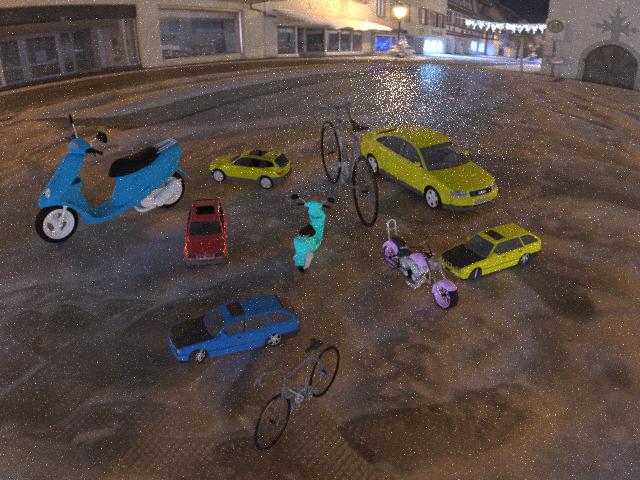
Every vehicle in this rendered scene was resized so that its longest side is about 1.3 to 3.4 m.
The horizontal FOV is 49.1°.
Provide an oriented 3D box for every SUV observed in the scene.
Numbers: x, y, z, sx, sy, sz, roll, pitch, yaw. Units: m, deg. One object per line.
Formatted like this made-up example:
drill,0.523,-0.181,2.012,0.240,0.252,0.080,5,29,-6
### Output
SUV,-1.310,-1.391,13.078,1.572,0.580,0.656,10,29,17
SUV,-1.741,-0.131,10.700,0.656,0.580,1.572,-3,28,-6

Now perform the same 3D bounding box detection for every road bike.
road bike,0.459,-1.410,11.966,0.697,1.656,3.004,-8,29,-15
road bike,-0.209,1.523,7.290,0.358,0.852,1.545,17,32,29

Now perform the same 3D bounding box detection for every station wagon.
station wagon,2.510,0.136,10.310,1.597,0.473,0.682,-15,31,-26
station wagon,-1.061,1.048,8.590,1.597,0.473,0.682,-11,30,-19

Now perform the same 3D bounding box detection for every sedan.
sedan,1.934,-1.453,12.811,1.235,0.940,3.137,-15,32,-27

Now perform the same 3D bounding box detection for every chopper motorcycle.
chopper motorcycle,1.367,0.322,9.653,0.466,0.761,1.563,-15,32,-27

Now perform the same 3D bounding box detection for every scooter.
scooter,-0.142,-0.169,10.412,0.662,0.919,1.399,6,29,11
scooter,-3.313,-1.080,11.203,2.721,1.786,1.288,-22,35,-35
